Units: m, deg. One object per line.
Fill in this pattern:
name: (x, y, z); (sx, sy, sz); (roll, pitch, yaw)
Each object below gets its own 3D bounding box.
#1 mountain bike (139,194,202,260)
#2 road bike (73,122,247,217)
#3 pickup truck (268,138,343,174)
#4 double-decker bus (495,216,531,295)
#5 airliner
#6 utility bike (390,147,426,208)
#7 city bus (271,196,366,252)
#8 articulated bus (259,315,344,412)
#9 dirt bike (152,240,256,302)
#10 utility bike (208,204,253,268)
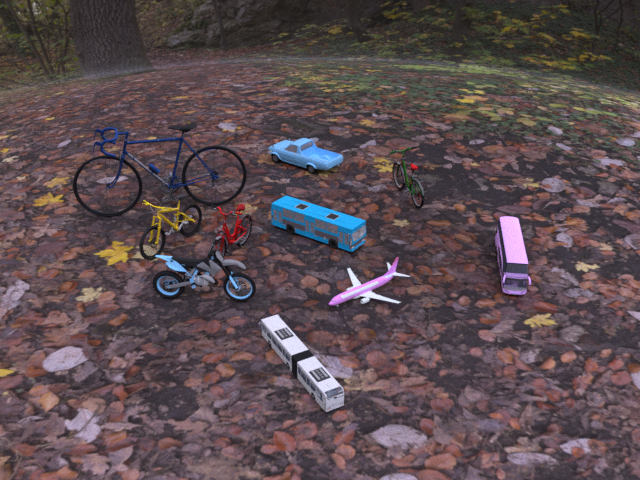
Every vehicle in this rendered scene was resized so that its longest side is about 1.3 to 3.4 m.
mountain bike: (-2.399, -0.281, 11.278); (0.573, 0.868, 1.469); (16, 32, 27)
road bike: (-2.787, -1.256, 12.246); (3.004, 1.656, 0.697); (-7, 29, -12)
pickup truck: (-0.310, -1.784, 14.420); (1.603, 0.511, 0.640); (20, 34, 32)
double-decker bus: (2.916, 0.235, 10.671); (0.389, 0.541, 1.672); (4, 29, 7)
airliner: (0.653, 0.613, 10.091); (1.307, 0.429, 1.161); (-19, 34, -31)
utility bike: (1.581, -1.184, 12.859); (0.535, 0.946, 1.435); (-9, 30, -15)
city bus: (-0.042, -0.267, 11.680); (1.674, 0.460, 0.476); (19, 34, 31)
articulated bus: (-0.252, 1.478, 8.645); (0.311, 0.289, 1.749); (-15, 32, -26)
dirt bike: (-1.651, 0.482, 9.883); (1.493, 0.857, 0.527); (2, 29, 4)
utility bike: (-1.351, -0.152, 10.959); (0.535, 0.946, 1.435); (12, 31, 20)
